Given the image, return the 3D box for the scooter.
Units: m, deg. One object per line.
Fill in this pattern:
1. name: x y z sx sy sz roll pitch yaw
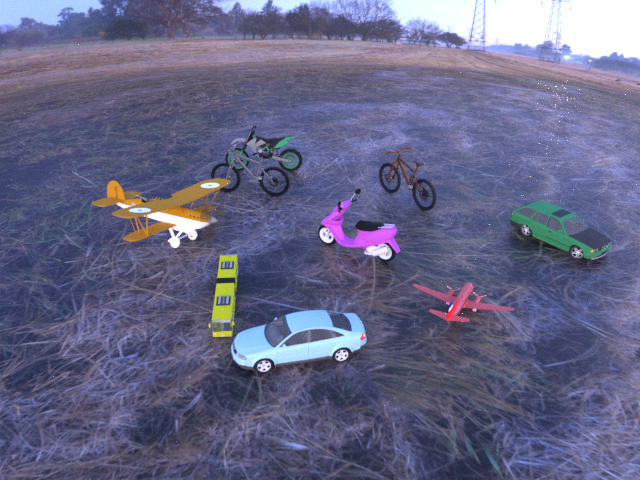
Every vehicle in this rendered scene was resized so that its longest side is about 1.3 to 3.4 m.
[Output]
1. scooter: 0.567 -0.214 10.472 1.399 0.919 0.662 16 31 28

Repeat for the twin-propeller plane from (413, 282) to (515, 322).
1. twin-propeller plane: 1.833 0.761 9.142 1.370 0.407 1.095 13 30 24

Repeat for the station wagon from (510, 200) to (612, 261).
1. station wagon: 3.760 -0.197 10.923 0.682 0.473 1.597 -19 33 -32

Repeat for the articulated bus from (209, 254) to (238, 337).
1. articulated bus: -1.262 0.705 9.379 0.311 0.289 1.749 -2 27 -3

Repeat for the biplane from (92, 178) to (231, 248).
1. biplane: -2.469 -0.485 10.930 2.120 0.981 2.598 13 30 23

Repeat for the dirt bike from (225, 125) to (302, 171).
1. dirt bike: -1.087 -1.719 13.453 1.493 0.857 0.527 0 27 1

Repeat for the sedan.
1. sedan: -0.249 1.146 8.312 1.613 0.483 0.635 -6 28 -12

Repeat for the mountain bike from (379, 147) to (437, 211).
1. mountain bike: 1.519 -1.084 12.211 0.573 0.868 1.469 -18 32 -31

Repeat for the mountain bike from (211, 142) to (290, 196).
1. mountain bike: -1.255 -1.224 12.482 1.469 0.868 0.573 6 28 11
